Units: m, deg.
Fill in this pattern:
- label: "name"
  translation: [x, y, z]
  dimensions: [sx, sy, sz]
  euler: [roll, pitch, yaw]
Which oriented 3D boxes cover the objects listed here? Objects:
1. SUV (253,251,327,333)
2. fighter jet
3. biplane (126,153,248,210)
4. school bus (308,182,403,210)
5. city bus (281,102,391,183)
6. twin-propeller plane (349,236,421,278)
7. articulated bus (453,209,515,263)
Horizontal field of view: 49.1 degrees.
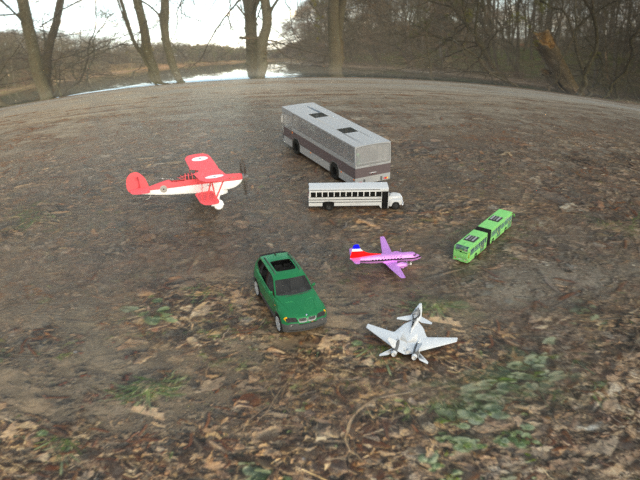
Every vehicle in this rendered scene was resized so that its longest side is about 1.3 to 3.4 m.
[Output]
- label: "SUV"
  translation: [-0.431, 0.658, 9.364]
  dimensions: [0.656, 0.580, 1.572]
  euler: [-10, 27, -19]
- label: "fighter jet"
  translation: [1.180, 1.059, 8.876]
  dimensions: [1.147, 0.286, 1.358]
  euler: [7, 27, 15]
- label: "biplane"
  translation: [-2.306, -0.995, 12.313]
  dimensions: [2.120, 0.981, 2.598]
  euler: [-8, 27, -16]
- label: "school bus"
  translation: [0.637, -0.796, 12.527]
  dimensions: [1.708, 0.434, 0.365]
  euler: [-1, 26, -2]
- label: "city bus"
  translation: [0.248, -2.002, 14.486]
  dimensions: [0.926, 0.894, 3.255]
  euler: [-13, 29, -25]
- label: "twin-propeller plane"
  translation: [0.986, 0.220, 10.465]
  dimensions: [1.095, 0.407, 1.370]
  euler: [-4, 26, -7]
- label: "articulated bus"
  translation: [2.636, -0.083, 11.226]
  dimensions: [0.311, 0.289, 1.749]
  euler: [18, 31, 32]
